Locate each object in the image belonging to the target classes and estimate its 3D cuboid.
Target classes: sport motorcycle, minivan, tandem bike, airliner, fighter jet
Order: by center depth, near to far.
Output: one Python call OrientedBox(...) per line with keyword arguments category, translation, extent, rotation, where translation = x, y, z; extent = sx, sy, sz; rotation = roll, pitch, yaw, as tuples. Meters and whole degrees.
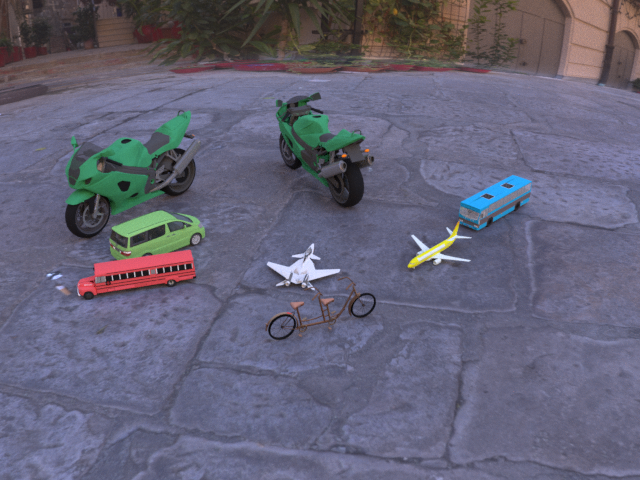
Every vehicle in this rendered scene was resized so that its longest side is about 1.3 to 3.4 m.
OrientedBox(category="tandem bike", translation=(0.032, 0.908, 9.400), extent=(1.642, 0.682, 0.283), rotation=(-12, 31, -21))
OrientedBox(category="fighter jet", translation=(-0.238, 0.305, 10.893), extent=(1.147, 0.286, 1.358), rotation=(5, 30, 10))
OrientedBox(category="airliner", translation=(1.827, 0.090, 11.132), extent=(1.307, 0.429, 1.161), rotation=(-25, 38, -37))
OrientedBox(category="minivan", translation=(-2.599, -0.109, 11.299), extent=(1.548, 0.616, 0.681), rotation=(-26, 38, -38))
OrientedBox(category="sport motorcycle", translation=(-3.260, -1.192, 12.239), extent=(0.983, 1.596, 2.955), rotation=(19, 34, 30))
OrientedBox(category="sport motorcycle", translation=(-0.030, -1.750, 13.243), extent=(0.983, 1.596, 2.955), rotation=(-16, 33, -27))

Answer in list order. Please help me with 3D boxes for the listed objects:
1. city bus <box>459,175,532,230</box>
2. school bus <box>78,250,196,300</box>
OrientedBox(category="city bus", translation=(3.128, -0.661, 12.452), extent=(1.674, 0.460, 0.476), rotation=(-25, 38, -38))
OrientedBox(category="school bus", translation=(-2.723, 0.505, 10.381), extent=(1.708, 0.434, 0.365), rotation=(-9, 30, -15))
